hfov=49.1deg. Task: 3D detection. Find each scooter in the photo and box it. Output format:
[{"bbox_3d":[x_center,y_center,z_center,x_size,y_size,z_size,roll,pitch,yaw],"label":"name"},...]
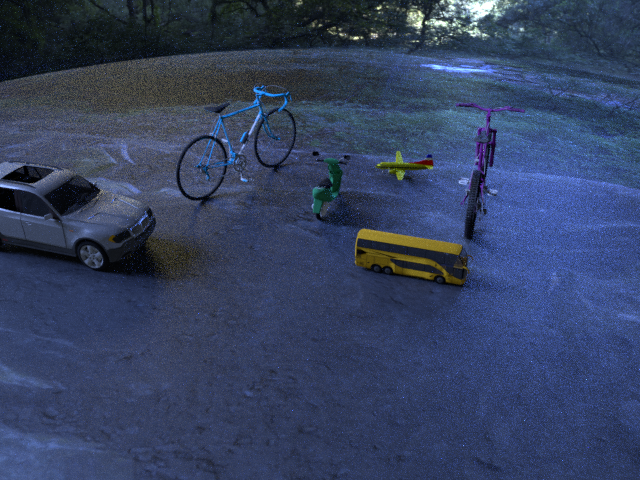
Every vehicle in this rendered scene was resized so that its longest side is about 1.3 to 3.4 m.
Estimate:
[{"bbox_3d":[0.142,-0.977,11.822,0.662,0.919,1.399,9,31,15],"label":"scooter"}]

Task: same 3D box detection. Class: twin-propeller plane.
[{"bbox_3d":[1.586,-1.434,13.152,1.095,0.407,1.370,2,30,4],"label":"twin-propeller plane"}]

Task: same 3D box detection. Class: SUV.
[{"bbox_3d":[-4.053,-0.468,10.708,3.058,1.128,1.276,9,31,16],"label":"SUV"}]

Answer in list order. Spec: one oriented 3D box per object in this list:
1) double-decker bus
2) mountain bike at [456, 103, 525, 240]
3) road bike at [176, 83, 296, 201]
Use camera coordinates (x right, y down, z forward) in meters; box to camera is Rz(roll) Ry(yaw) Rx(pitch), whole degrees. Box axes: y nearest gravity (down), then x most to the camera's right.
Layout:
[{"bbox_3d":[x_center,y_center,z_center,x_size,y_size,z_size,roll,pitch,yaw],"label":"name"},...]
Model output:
[{"bbox_3d":[1.332,0.245,10.042,1.672,0.541,0.389,10,31,17],"label":"double-decker bus"},{"bbox_3d":[2.643,-1.222,11.473,1.114,1.688,2.857,9,31,15],"label":"mountain bike"},{"bbox_3d":[-1.430,-1.797,12.525,0.697,1.656,3.004,22,36,34],"label":"road bike"}]
